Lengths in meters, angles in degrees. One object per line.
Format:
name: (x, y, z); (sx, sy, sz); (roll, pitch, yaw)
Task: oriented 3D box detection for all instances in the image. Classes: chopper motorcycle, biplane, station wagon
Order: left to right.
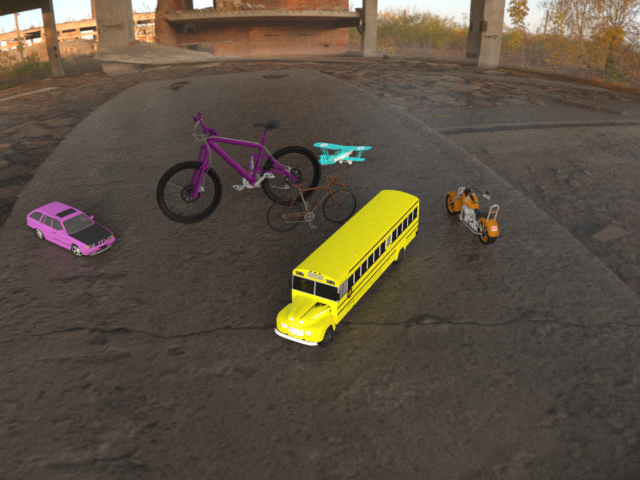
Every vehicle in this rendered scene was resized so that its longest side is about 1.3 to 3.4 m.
station wagon: (-3.934, -0.210, 11.021); (1.597, 0.473, 0.682); (19, 34, 31)
biplane: (0.329, -1.645, 13.646); (1.336, 0.504, 1.090); (20, 34, 32)
chopper motorcycle: (2.440, -0.512, 11.278); (0.466, 0.761, 1.563); (-8, 29, -14)

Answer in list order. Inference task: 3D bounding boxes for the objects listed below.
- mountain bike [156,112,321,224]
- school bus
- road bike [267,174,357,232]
mountain bike: (-1.310, -1.201, 11.579); (2.857, 1.688, 1.114); (-11, 30, -20)
school bus: (0.461, 0.300, 9.687); (0.709, 0.844, 3.322); (14, 31, 25)
road bike: (-0.122, -0.584, 11.317); (1.545, 0.852, 0.358); (-10, 30, -17)
